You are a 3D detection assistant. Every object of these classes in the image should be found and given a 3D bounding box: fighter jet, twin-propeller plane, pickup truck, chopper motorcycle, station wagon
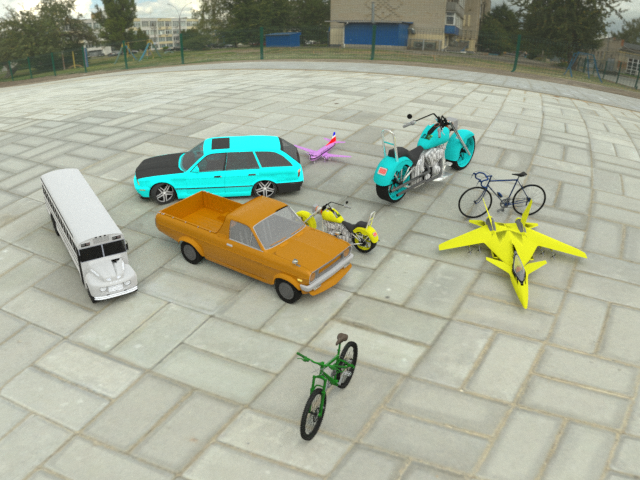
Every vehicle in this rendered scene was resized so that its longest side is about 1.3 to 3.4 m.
[{"bbox_3d":[2.936,0.154,10.554,2.229,0.557,2.640,3,29,6],"label":"fighter jet"},{"bbox_3d":[0.079,-1.904,14.481,1.370,0.407,1.095,15,32,25],"label":"twin-propeller plane"},{"bbox_3d":[-1.040,-0.087,10.540,3.117,0.993,1.244,19,34,31],"label":"pickup truck"},{"bbox_3d":[2.037,-1.693,12.975,0.906,1.480,3.040,23,36,36],"label":"chopper motorcycle"},{"bbox_3d":[0.231,-0.283,11.141,1.563,0.761,0.466,18,33,29],"label":"chopper motorcycle"},{"bbox_3d":[-1.878,-1.366,12.959,3.105,0.920,1.327,-3,29,-6],"label":"station wagon"}]

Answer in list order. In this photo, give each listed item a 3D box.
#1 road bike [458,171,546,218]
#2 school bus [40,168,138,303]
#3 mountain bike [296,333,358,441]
[{"bbox_3d":[3.127,-0.775,11.948,1.545,0.852,0.358,-3,29,-5],"label":"road bike"},{"bbox_3d":[-3.612,-0.149,10.808,0.709,0.844,3.322,-15,32,-26],"label":"school bus"},{"bbox_3d":[0.120,1.517,7.730,0.573,0.868,1.469,12,31,22],"label":"mountain bike"}]
